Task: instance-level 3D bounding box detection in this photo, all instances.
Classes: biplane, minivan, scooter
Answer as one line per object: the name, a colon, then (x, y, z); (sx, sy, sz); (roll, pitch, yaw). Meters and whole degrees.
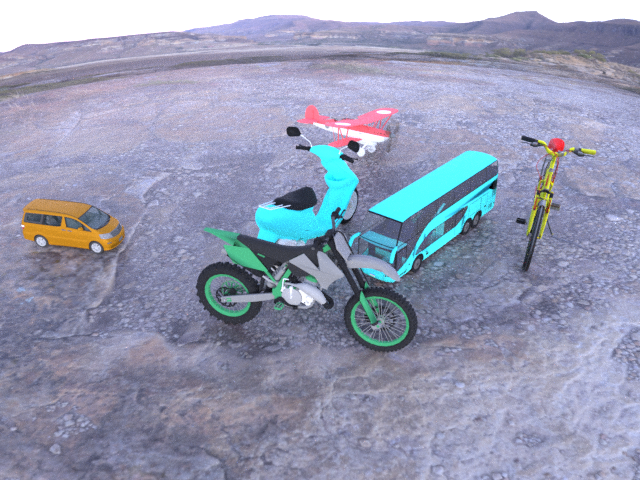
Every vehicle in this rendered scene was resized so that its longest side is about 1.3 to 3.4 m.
biplane: (0.605, -2.289, 14.244); (2.120, 0.981, 2.598); (17, 34, 27)
minivan: (-3.863, -0.241, 10.978); (1.548, 0.616, 0.681); (6, 30, 11)
scooter: (-0.133, -0.659, 10.526); (1.288, 1.786, 2.721); (18, 34, 29)

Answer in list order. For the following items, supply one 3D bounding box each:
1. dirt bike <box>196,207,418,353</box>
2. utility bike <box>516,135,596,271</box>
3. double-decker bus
dirt bike: (-0.214, 0.501, 8.587); (2.903, 1.666, 1.024); (9, 31, 15)
utility bike: (3.513, -0.772, 10.674); (1.039, 1.839, 2.791); (10, 31, 18)
double-decker bus: (1.717, -0.407, 10.828); (0.756, 1.052, 3.251); (22, 36, 34)
